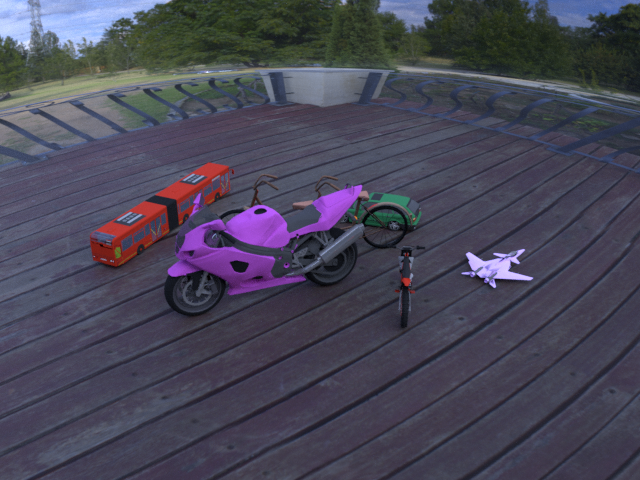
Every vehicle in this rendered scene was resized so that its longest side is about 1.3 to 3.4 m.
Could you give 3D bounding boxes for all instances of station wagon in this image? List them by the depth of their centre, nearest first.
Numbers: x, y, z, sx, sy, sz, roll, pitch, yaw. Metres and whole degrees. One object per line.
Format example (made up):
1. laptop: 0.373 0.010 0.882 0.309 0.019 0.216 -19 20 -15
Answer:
1. station wagon: 0.962 -0.555 12.294 1.597 0.473 0.682 9 29 16

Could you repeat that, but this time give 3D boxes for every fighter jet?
1. fighter jet: 2.837 0.301 10.866 1.147 0.286 1.358 25 37 39

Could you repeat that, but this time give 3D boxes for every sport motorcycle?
1. sport motorcycle: -0.750 0.120 9.802 2.955 1.596 0.983 -12 30 -21

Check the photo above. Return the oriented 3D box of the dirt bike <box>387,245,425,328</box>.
1. dirt bike: 1.188 0.537 9.804 0.527 0.857 1.493 3 28 5

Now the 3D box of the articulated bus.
1. articulated bus: -2.629 -0.530 12.153 0.605 0.561 3.401 12 30 22

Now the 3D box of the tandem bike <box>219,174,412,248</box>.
1. tandem bike: -0.097 -0.413 11.108 3.192 1.326 0.550 -2 28 -4
